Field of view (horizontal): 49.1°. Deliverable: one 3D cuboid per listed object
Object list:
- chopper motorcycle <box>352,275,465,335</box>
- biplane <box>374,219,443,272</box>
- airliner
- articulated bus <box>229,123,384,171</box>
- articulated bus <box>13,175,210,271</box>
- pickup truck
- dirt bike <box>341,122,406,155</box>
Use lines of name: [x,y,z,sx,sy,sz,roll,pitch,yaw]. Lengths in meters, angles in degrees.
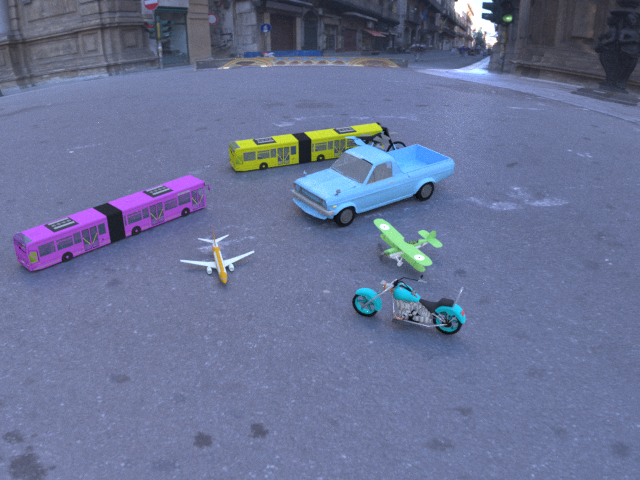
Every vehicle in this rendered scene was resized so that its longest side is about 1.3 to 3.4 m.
chopper motorcycle: [1.184,0.814,9.395,1.563,0.761,0.466,12,30,21]
biplane: [1.407,0.109,10.989,1.090,0.504,1.336,-17,32,-28]
airliner: [-1.570,0.234,10.834,1.161,0.429,1.307,-7,29,-13]
articulated bus: [-0.216,-1.976,14.833,3.401,0.561,0.605,-10,30,-19]
articulated bus: [-3.382,-0.350,11.788,0.605,0.561,3.401,25,37,38]
pickup truck: [1.021,-1.186,12.896,3.117,0.993,1.244,-19,33,-31]
dirt bike: [1.121,-1.935,14.442,1.493,0.857,0.527,-10,30,-17]
